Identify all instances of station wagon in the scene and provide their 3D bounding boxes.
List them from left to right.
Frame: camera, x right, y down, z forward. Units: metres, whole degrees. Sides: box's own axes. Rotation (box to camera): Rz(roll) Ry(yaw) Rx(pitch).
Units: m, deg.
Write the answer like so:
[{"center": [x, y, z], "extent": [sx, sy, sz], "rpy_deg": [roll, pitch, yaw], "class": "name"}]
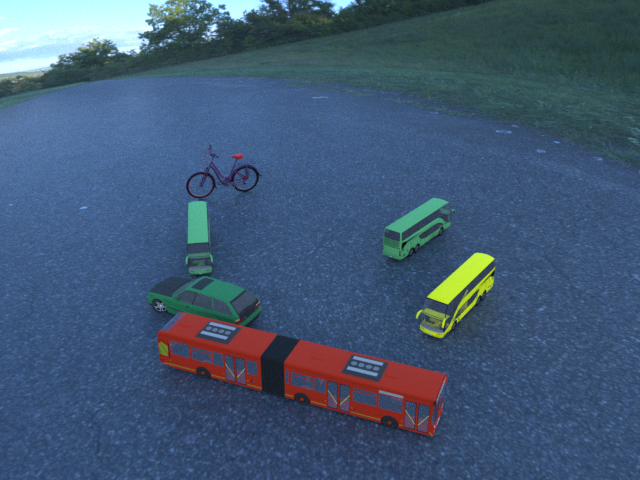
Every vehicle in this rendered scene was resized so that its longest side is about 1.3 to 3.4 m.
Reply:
[{"center": [-1.583, 0.776, 9.400], "extent": [1.597, 0.473, 0.682], "rpy_deg": [14, 30, 25], "class": "station wagon"}]

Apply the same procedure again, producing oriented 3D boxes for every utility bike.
[{"center": [-1.740, -1.235, 12.783], "extent": [1.435, 0.946, 0.535], "rpy_deg": [-11, 29, -20], "class": "utility bike"}]

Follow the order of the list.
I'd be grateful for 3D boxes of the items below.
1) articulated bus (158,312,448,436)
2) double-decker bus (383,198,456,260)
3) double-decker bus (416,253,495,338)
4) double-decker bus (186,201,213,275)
[{"center": [-0.264, 1.474, 7.952], "extent": [3.401, 0.561, 0.605], "rpy_deg": [10, 29, 19], "class": "articulated bus"}, {"center": [1.597, -0.208, 11.233], "extent": [0.389, 0.541, 1.672], "rpy_deg": [20, 33, 34], "class": "double-decker bus"}, {"center": [1.862, 0.736, 9.404], "extent": [0.389, 0.541, 1.672], "rpy_deg": [18, 32, 31], "class": "double-decker bus"}, {"center": [-1.885, -0.038, 10.905], "extent": [0.389, 0.541, 1.672], "rpy_deg": [-4, 28, -8], "class": "double-decker bus"}]
